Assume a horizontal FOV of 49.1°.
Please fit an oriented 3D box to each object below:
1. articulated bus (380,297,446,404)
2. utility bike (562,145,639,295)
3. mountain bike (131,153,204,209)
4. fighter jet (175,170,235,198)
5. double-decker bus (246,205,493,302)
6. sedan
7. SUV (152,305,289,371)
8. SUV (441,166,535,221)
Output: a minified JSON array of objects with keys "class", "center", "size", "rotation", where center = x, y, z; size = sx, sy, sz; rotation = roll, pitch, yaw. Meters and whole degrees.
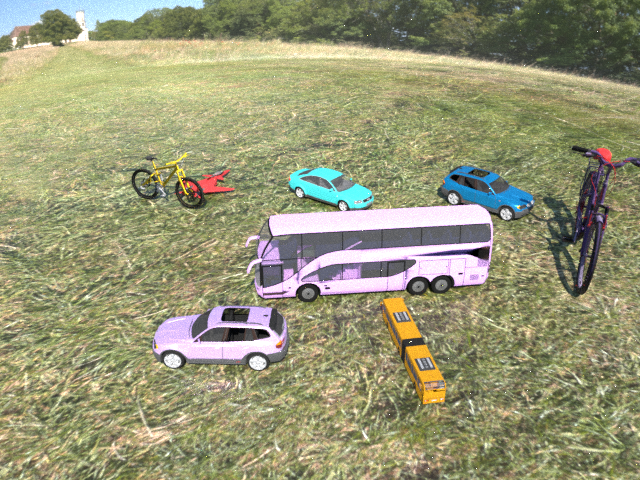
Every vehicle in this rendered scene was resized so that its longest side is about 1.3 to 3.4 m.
[{"class":"articulated bus","center":[1.058,1.233,8.124],"size":[0.311,0.289,1.749],"rotation":[-5,28,-9]},{"class":"utility bike","center":[3.908,-0.504,9.771],"size":[1.039,1.839,2.791],"rotation":[8,29,15]},{"class":"mountain bike","center":[-2.592,-1.010,11.783],"size":[1.469,0.868,0.573],"rotation":[12,30,22]},{"class":"fighter jet","center":[-1.988,-1.115,12.611],"size":[1.147,0.286,1.358],"rotation":[13,30,23]},{"class":"double-decker bus","center":[0.647,0.163,9.346],"size":[3.251,1.052,0.756],"rotation":[-3,28,-6]},{"class":"sedan","center":[0.186,-0.920,12.026],"size":[1.613,0.483,0.635],"rotation":[20,33,33]},{"class":"SUV","center":[-1.143,1.087,8.089],"size":[1.572,0.580,0.656],"rotation":[1,28,2]},{"class":"SUV","center":[2.806,-0.823,11.736],"size":[1.572,0.580,0.656],"rotation":[21,34,34]}]
